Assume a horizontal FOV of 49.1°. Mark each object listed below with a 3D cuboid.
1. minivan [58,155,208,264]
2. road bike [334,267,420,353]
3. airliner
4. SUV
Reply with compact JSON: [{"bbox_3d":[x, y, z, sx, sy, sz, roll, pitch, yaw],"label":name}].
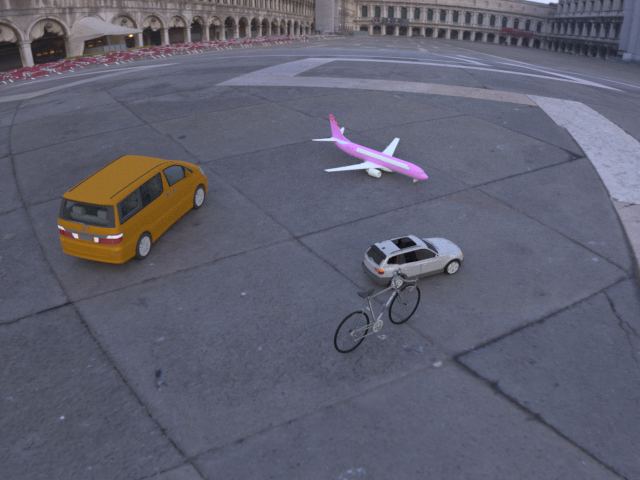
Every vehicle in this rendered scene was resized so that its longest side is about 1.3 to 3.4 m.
[{"bbox_3d":[-2.970,-0.728,11.534,1.324,1.197,3.011,10,31,17],"label":"minivan"},{"bbox_3d":[0.768,0.902,9.032,1.545,0.852,0.358,-22,37,-34],"label":"road bike"},{"bbox_3d":[1.088,-1.793,13.762,2.541,0.835,2.257,24,38,36],"label":"airliner"},{"bbox_3d":[1.402,0.241,10.461,1.572,0.580,0.656,-13,32,-21],"label":"SUV"}]
